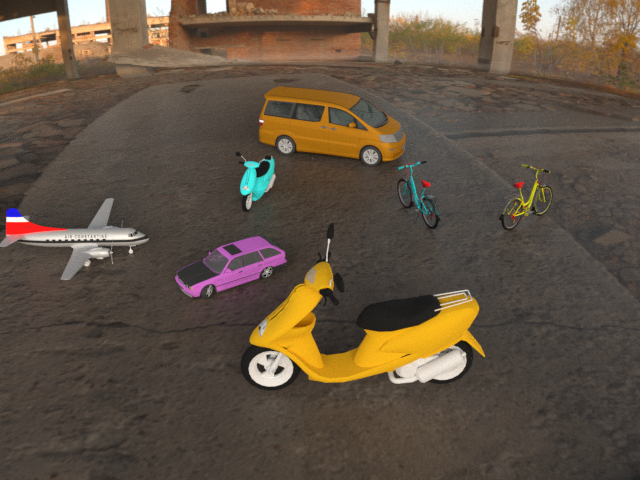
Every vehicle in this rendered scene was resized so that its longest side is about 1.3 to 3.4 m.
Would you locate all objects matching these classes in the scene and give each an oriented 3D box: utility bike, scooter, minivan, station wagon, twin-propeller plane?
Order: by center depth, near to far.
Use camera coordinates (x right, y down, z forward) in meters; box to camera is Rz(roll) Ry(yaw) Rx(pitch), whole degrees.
[{"bbox_3d":[0.475,0.870,7.591,2.721,1.786,1.288,-2,28,-3],"label":"scooter"},{"bbox_3d":[-1.271,0.347,9.997,1.597,0.473,0.682,-18,33,-30],"label":"station wagon"},{"bbox_3d":[-3.666,-0.130,10.563,2.129,0.792,2.663,-1,28,-2],"label":"twin-propeller plane"},{"bbox_3d":[3.391,-0.731,11.543,1.435,0.946,0.535,-21,34,-34],"label":"utility bike"},{"bbox_3d":[1.589,-0.778,11.632,0.535,0.946,1.435,-11,30,-19],"label":"utility bike"},{"bbox_3d":[-1.098,-1.144,12.358,0.662,0.919,1.399,8,29,16],"label":"scooter"},{"bbox_3d":[0.269,-2.388,14.428,3.011,1.197,1.324,9,29,17],"label":"minivan"}]
